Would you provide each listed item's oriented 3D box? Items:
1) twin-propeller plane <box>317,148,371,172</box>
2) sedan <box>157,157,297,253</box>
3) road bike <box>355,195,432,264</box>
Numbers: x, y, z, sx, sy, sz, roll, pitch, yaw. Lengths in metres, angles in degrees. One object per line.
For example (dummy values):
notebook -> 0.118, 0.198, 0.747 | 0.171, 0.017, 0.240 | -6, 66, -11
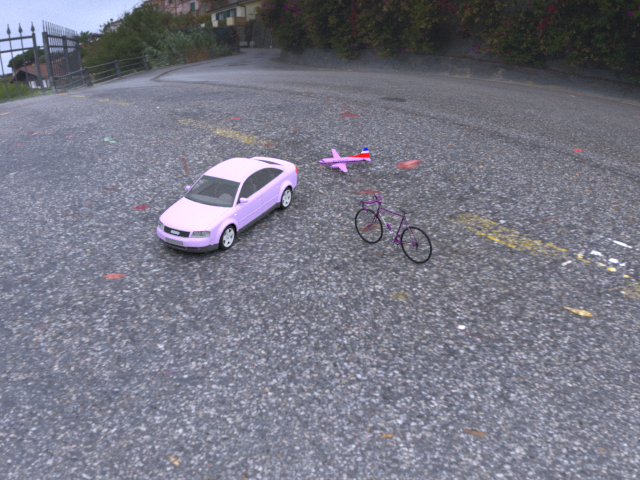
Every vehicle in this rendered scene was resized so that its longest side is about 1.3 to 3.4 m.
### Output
twin-propeller plane -> 0.485, -1.668, 14.295 | 1.095, 0.407, 1.370 | -4, 27, -9
sedan -> -1.510, -0.760, 11.899 | 1.235, 0.940, 3.137 | 13, 30, 25
road bike -> 1.118, -0.187, 10.858 | 1.545, 0.852, 0.358 | 24, 35, 39
